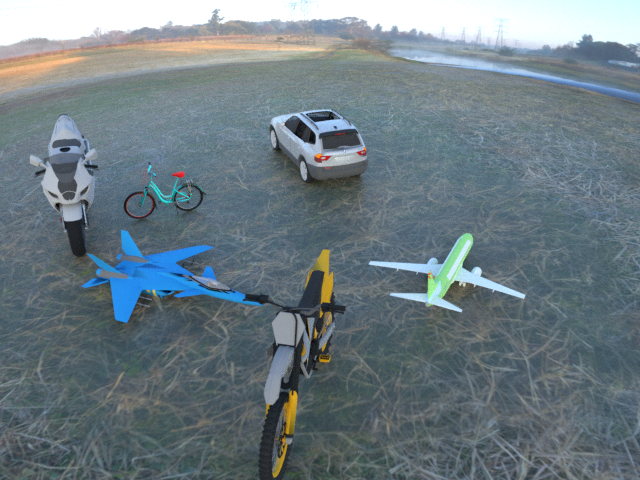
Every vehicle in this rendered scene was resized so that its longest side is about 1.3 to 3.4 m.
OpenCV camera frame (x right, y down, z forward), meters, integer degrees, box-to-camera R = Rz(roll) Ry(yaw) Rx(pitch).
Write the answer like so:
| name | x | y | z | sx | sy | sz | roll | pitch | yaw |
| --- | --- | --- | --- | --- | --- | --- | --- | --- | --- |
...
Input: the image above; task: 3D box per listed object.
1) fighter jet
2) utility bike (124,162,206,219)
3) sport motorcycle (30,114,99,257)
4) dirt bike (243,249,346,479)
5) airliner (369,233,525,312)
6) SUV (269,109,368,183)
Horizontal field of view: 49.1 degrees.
| name | x | y | z | sx | sy | sz | roll | pitch | yaw |
| --- | --- | --- | --- | --- | --- | --- | --- | --- | --- |
| fighter jet | -1.991 | 0.499 | 9.962 | 2.640 | 0.557 | 2.229 | 11 | 30 | 20 |
| utility bike | -2.659 | -0.833 | 12.031 | 1.435 | 0.946 | 0.535 | -11 | 30 | -19 |
| sport motorcycle | -4.120 | -0.967 | 11.593 | 0.983 | 1.596 | 2.955 | -9 | 29 | -16 |
| dirt bike | -0.182 | 1.169 | 7.543 | 1.024 | 1.666 | 2.903 | 6 | 29 | 11 |
| airliner | 1.881 | 0.268 | 10.098 | 2.257 | 0.835 | 2.541 | 12 | 31 | 21 |
| SUV | -0.080 | -2.105 | 14.205 | 1.276 | 1.128 | 3.058 | -10 | 30 | -19 |
